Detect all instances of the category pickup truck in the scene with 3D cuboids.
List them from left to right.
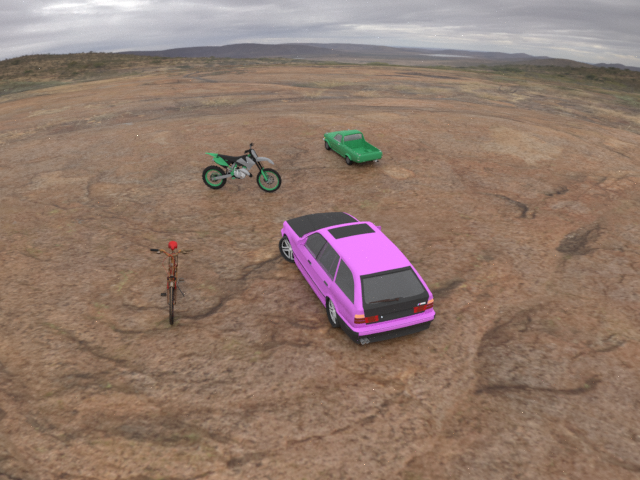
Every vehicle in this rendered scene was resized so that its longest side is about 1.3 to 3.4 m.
[{"bbox_3d":[0.653,-1.960,14.386,0.640,0.511,1.603,-13,30,-23],"label":"pickup truck"}]

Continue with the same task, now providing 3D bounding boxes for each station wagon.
[{"bbox_3d":[0.398,0.243,9.683,1.327,0.920,3.105,-10,29,-18],"label":"station wagon"}]

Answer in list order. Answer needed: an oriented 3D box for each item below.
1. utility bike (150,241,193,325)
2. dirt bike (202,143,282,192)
[{"bbox_3d":[-1.919,0.434,9.286,0.535,0.946,1.435,-4,28,-8],"label":"utility bike"},{"bbox_3d":[-1.433,-1.291,12.716,1.493,0.857,0.527,4,28,8],"label":"dirt bike"}]
